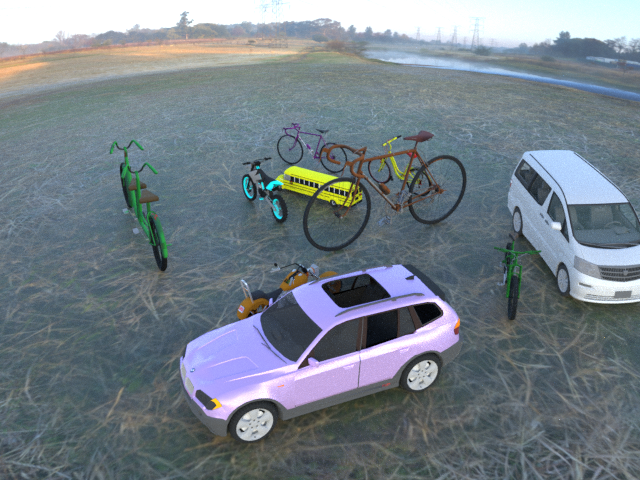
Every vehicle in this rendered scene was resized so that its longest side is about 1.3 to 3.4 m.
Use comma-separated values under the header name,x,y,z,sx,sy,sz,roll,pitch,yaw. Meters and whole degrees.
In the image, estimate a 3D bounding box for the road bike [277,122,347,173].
name,x,y,z,sx,sy,sz,roll,pitch,yaw
road bike,-0.166,-1.762,13.312,1.545,0.852,0.358,14,30,26

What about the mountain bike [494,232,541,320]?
name,x,y,z,sx,sy,sz,roll,pitch,yaw
mountain bike,2.489,0.380,9.081,0.573,0.868,1.469,5,27,9

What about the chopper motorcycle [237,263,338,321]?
name,x,y,z,sx,sy,sz,roll,pitch,yaw
chopper motorcycle,-0.351,0.615,8.738,1.563,0.761,0.466,-20,33,-34

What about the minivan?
name,x,y,z,sx,sy,sz,roll,pitch,yaw
minivan,3.686,-0.270,9.996,1.324,1.197,3.011,-2,27,-4

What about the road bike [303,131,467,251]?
name,x,y,z,sx,sy,sz,roll,pitch,yaw
road bike,1.059,-0.796,10.525,3.004,1.656,0.696,-15,30,-27

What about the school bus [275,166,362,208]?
name,x,y,z,sx,sy,sz,roll,pitch,yaw
school bus,-0.069,-0.939,12.152,1.708,0.434,0.365,18,32,31

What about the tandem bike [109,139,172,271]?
name,x,y,z,sx,sy,sz,roll,pitch,yaw
tandem bike,-2.739,-0.653,10.608,0.550,1.326,3.192,-12,29,-22

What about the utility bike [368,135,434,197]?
name,x,y,z,sx,sy,sz,roll,pitch,yaw
utility bike,1.381,-1.289,12.278,1.435,0.946,0.535,22,34,36

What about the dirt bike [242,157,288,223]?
name,x,y,z,sx,sy,sz,roll,pitch,yaw
dirt bike,-0.943,-0.873,11.556,0.527,0.857,1.493,-16,31,-29

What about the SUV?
name,x,y,z,sx,sy,sz,roll,pitch,yaw
SUV,0.037,1.066,7.445,3.058,1.128,1.276,-11,29,-21
